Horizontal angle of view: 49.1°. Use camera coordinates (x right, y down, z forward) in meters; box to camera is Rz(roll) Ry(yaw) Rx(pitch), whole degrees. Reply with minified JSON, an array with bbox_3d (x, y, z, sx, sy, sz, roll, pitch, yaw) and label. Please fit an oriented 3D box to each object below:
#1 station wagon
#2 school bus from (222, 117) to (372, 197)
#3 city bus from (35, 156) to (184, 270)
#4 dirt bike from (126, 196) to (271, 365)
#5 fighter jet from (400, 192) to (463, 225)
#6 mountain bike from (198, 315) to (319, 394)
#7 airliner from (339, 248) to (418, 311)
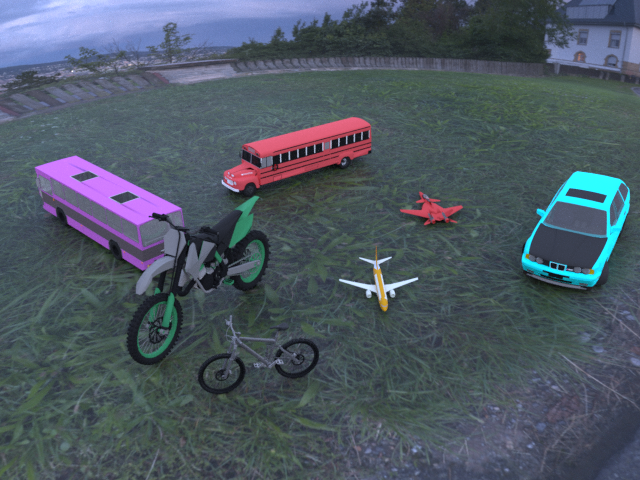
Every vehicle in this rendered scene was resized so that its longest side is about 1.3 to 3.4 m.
[{"bbox_3d":[4.165,-0.284,11.206,1.327,0.920,3.105,15,31,26],"label":"station wagon"},{"bbox_3d":[-0.424,-1.696,13.944,3.322,0.844,0.709,-20,34,-33],"label":"school bus"},{"bbox_3d":[-3.523,-0.481,11.606,3.255,0.894,0.926,24,36,38],"label":"city bus"},{"bbox_3d":[-1.506,0.370,9.183,1.024,1.666,2.903,15,32,26],"label":"dirt bike"},{"bbox_3d":[1.985,-0.675,12.617,1.147,0.286,1.358,-4,28,-8],"label":"fighter jet"},{"bbox_3d":[-0.710,1.350,8.191,1.469,0.868,0.573,-9,29,-16],"label":"mountain bike"},{"bbox_3d":[0.870,0.563,10.138,1.161,0.429,1.307,-1,28,-2],"label":"airliner"}]
